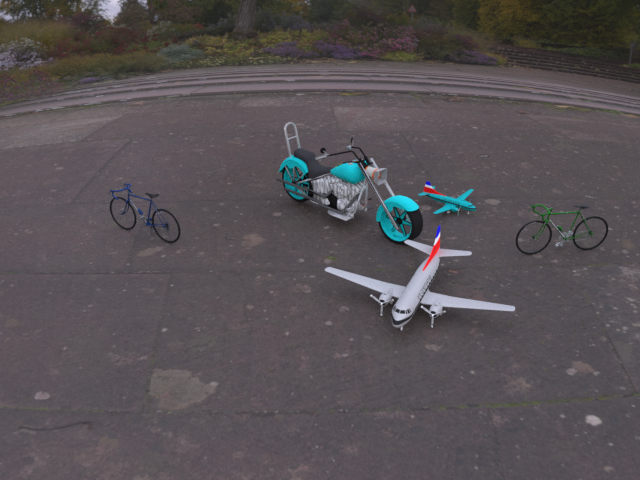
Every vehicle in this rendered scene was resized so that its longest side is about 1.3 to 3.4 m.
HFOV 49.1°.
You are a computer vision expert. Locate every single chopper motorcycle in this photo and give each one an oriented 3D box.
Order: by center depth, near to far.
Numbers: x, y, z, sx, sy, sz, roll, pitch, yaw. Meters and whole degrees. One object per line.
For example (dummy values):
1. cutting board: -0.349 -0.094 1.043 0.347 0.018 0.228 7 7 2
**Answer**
1. chopper motorcycle: 0.450 -0.993 11.849 3.040 1.480 0.906 23 35 37

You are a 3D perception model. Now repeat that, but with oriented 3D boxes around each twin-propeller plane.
1. twin-propeller plane: 1.376 0.520 9.645 2.663 0.792 2.129 11 29 21
2. twin-propeller plane: 2.324 -0.752 12.554 1.095 0.407 1.370 20 33 34

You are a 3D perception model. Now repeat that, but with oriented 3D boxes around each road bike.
1. road bike: 3.812 -0.184 10.956 1.545 0.852 0.358 -4 27 -8
2. road bike: -2.898 -0.449 11.475 1.545 0.852 0.358 15 31 27
